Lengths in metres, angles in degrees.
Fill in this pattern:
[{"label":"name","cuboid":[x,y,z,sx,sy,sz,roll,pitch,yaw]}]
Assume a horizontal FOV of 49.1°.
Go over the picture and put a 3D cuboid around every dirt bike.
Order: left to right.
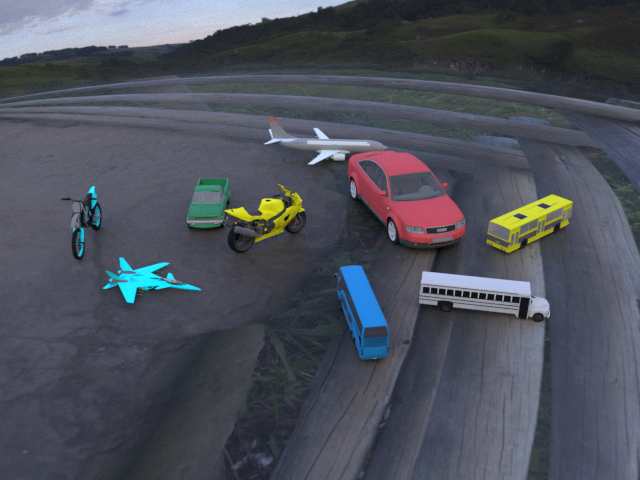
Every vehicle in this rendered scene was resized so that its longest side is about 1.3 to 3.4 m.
[{"label":"dirt bike","cuboid":[-3.671,-0.335,10.981,0.527,0.857,1.493,-1,27,-2]}]

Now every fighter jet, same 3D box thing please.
[{"label":"fighter jet","cuboid":[-2.320,0.542,9.886,1.358,0.286,1.147,7,28,13]}]

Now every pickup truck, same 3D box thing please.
[{"label":"pickup truck","cuboid":[-1.908,-0.705,12.088,0.640,0.511,1.603,-1,27,-2]}]

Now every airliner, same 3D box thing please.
[{"label":"airliner","cuboid":[0.143,-2.148,14.566,2.541,0.835,2.257,1,27,2]}]

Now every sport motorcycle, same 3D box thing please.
[{"label":"sport motorcycle","cuboid":[-0.830,-0.334,11.016,1.520,0.821,0.506,-20,33,-34]}]

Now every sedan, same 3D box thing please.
[{"label":"sedan","cuboid":[1.408,-0.851,11.902,1.235,0.940,3.137,-8,28,-15]}]

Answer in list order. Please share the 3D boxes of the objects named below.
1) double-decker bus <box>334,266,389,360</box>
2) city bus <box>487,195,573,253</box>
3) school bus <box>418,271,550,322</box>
[{"label":"double-decker bus","cuboid":[0.518,0.871,8.960,0.389,0.541,1.672,-4,27,-8]},{"label":"city bus","cuboid":[3.391,-0.259,11.267,1.674,0.460,0.476,-20,33,-34]},{"label":"school bus","cuboid":[2.186,0.743,9.328,1.708,0.434,0.365,6,28,11]}]
